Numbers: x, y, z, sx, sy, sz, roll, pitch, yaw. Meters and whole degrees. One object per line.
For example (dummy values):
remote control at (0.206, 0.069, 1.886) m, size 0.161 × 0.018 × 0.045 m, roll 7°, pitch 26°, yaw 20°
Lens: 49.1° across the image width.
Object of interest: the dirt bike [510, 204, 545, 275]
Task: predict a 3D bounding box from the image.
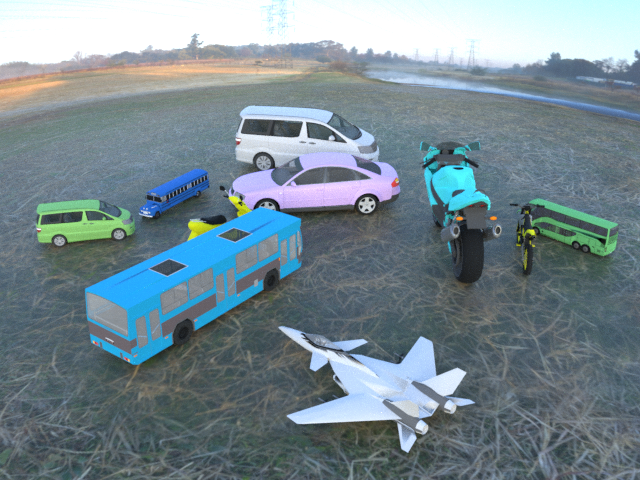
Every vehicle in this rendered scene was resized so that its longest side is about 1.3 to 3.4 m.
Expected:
dirt bike at (3.184, -0.099, 10.864) m, size 0.527 × 0.857 × 1.493 m, roll 4°, pitch 25°, yaw 8°

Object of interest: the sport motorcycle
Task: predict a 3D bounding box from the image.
sport motorcycle at (2.121, -0.541, 10.936) m, size 0.983 × 1.596 × 2.955 m, roll -1°, pitch 25°, yaw -1°

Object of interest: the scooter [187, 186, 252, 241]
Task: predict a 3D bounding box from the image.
scooter at (-1.542, -0.326, 11.277) m, size 1.399 × 0.919 × 0.662 m, roll -19°, pitch 31°, yaw -35°

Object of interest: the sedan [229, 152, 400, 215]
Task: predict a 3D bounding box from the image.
sedan at (-0.100, -1.061, 12.826) m, size 3.137 × 0.940 × 1.235 m, roll -3°, pitch 25°, yaw -7°

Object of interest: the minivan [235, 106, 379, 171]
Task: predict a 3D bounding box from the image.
minivan at (-0.249, -2.127, 14.805) m, size 3.011 × 1.197 × 1.324 m, roll 4°, pitch 25°, yaw 9°

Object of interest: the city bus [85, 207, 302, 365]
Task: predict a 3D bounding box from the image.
city bus at (-1.538, 0.536, 9.460) m, size 0.926 × 0.894 × 3.255 m, roll 17°, pitch 30°, yaw 33°

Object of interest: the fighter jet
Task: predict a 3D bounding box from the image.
fighter jet at (0.377, 1.368, 8.077) m, size 2.229 × 0.557 × 2.640 m, roll -22°, pitch 33°, yaw -38°

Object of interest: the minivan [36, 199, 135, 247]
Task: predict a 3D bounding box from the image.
minivan at (-3.890, -0.328, 11.639) m, size 1.548 × 0.616 × 0.681 m, roll -7°, pitch 26°, yaw -14°

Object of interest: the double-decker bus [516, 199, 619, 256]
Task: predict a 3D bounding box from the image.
double-decker bus at (4.051, -0.238, 11.535) m, size 0.389 × 0.541 × 1.672 m, roll -20°, pitch 32°, yaw -36°

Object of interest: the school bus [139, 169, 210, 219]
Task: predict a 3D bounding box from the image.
school bus at (-2.703, -0.867, 13.007) m, size 0.365 × 0.434 × 1.708 m, roll 13°, pitch 28°, yaw 25°
